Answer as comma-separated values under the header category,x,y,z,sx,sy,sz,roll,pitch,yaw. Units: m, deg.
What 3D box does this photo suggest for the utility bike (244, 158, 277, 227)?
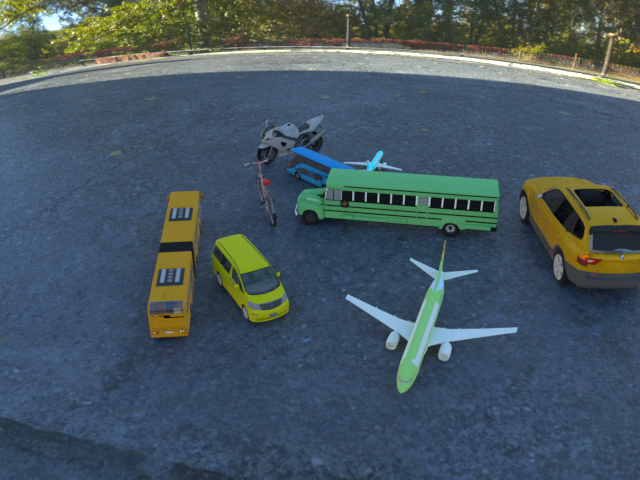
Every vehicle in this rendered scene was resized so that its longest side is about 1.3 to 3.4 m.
category,x,y,z,sx,sy,sz,roll,pitch,yaw
utility bike,-0.968,-0.843,11.806,0.535,0.946,1.435,-8,31,-14

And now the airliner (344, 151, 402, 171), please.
category,x,y,z,sx,sy,sz,roll,pitch,yaw
airliner,1.058,-1.580,13.607,1.161,0.429,1.307,9,31,15

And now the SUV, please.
category,x,y,z,sx,sy,sz,roll,pitch,yaw
SUV,4.023,-0.333,10.734,1.276,1.128,3.058,-1,30,-1

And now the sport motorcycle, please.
category,x,y,z,sx,sy,sz,roll,pitch,yaw
sport motorcycle,-0.580,-2.016,13.973,1.520,0.821,0.506,-17,34,-27

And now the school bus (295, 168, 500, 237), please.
category,x,y,z,sx,sy,sz,roll,pitch,yaw
school bus,1.241,-0.651,11.572,3.322,0.844,0.709,5,30,8

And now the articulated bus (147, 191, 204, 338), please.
category,x,y,z,sx,sy,sz,roll,pitch,yaw
articulated bus,-2.085,0.223,10.335,0.605,0.561,3.401,-3,30,-5

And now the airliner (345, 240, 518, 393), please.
category,x,y,z,sx,sy,sz,roll,pitch,yaw
airliner,1.332,0.923,8.840,2.257,0.835,2.541,10,31,17

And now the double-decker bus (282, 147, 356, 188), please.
category,x,y,z,sx,sy,sz,roll,pitch,yaw
double-decker bus,-0.011,-1.285,12.982,0.389,0.541,1.672,-25,38,-36

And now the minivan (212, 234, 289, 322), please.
category,x,y,z,sx,sy,sz,roll,pitch,yaw
minivan,-0.989,0.516,9.771,0.681,0.616,1.548,-15,33,-25
